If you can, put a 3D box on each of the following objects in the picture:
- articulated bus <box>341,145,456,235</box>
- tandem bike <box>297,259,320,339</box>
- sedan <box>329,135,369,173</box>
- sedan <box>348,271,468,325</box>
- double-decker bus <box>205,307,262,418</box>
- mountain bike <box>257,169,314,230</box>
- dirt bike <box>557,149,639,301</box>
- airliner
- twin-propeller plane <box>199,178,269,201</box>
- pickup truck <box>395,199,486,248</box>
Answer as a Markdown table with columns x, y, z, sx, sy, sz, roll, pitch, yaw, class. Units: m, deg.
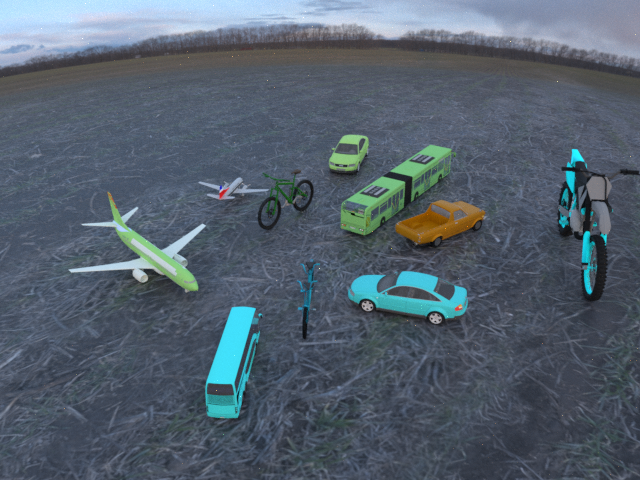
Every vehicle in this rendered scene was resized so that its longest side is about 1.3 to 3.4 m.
| x | y | z | sx | sy | sz | roll | pitch | yaw | class |
| --- | --- | --- | --- | --- | --- | --- | --- | --- | --- |
| 1.464 | -0.965 | 12.568 | 0.605 | 0.561 | 3.401 | 17 | 32 | 29 | articulated bus |
| -0.151 | 0.644 | 9.323 | 0.283 | 0.682 | 1.642 | 2 | 27 | 3 | tandem bike |
| 0.602 | -1.816 | 14.298 | 0.635 | 0.483 | 1.613 | 7 | 28 | 13 | sedan |
| 1.173 | 0.705 | 9.422 | 1.613 | 0.483 | 0.635 | 9 | 29 | 16 | sedan |
| -0.982 | 1.349 | 8.113 | 0.389 | 0.541 | 1.672 | 2 | 27 | 4 | double-decker bus |
| -0.565 | -0.749 | 11.816 | 0.573 | 0.868 | 1.469 | 19 | 33 | 32 | mountain bike |
| 3.888 | -0.394 | 10.260 | 1.024 | 1.666 | 2.903 | 4 | 28 | 7 | dirt bike |
| -2.521 | 0.032 | 10.340 | 2.257 | 0.835 | 2.541 | -22 | 35 | -36 | airliner |
| -1.619 | -0.972 | 12.749 | 1.370 | 0.407 | 1.095 | 7 | 28 | 14 | twin-propeller plane |
| 1.979 | -0.325 | 11.385 | 1.603 | 0.511 | 0.640 | -20 | 33 | -33 | pickup truck |
